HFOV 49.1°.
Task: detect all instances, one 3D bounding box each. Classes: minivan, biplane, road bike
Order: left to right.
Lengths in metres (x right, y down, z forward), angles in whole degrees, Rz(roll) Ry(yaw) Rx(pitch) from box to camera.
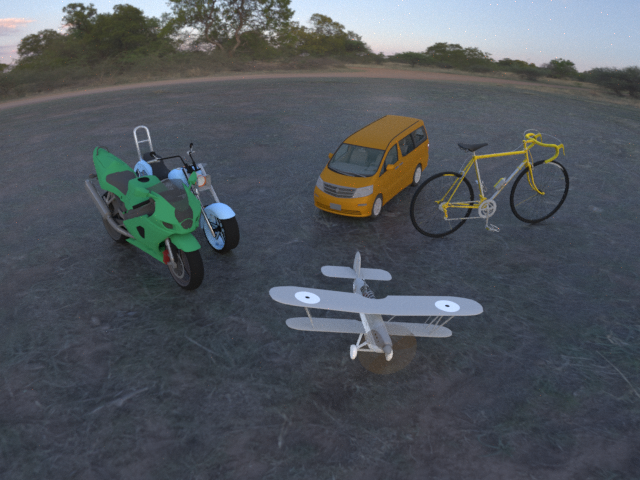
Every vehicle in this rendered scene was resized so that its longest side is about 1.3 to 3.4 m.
[{"bbox_3d":[0.655,0.835,8.749,2.598,0.981,2.120,-4,26,-7],"label":"biplane"},{"bbox_3d":[1.020,-1.425,13.161,1.324,1.197,3.011,14,29,27],"label":"minivan"},{"bbox_3d":[2.877,-0.918,11.589,3.004,1.656,0.697,-8,27,-16],"label":"road bike"}]

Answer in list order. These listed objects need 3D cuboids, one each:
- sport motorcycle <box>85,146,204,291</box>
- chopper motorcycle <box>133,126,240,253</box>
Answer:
[{"bbox_3d":[-2.622,-0.375,10.539,0.983,1.596,2.955,-21,33,-36],"label":"sport motorcycle"},{"bbox_3d":[-2.318,-0.895,11.744,0.906,1.480,3.040,-20,32,-35],"label":"chopper motorcycle"}]
